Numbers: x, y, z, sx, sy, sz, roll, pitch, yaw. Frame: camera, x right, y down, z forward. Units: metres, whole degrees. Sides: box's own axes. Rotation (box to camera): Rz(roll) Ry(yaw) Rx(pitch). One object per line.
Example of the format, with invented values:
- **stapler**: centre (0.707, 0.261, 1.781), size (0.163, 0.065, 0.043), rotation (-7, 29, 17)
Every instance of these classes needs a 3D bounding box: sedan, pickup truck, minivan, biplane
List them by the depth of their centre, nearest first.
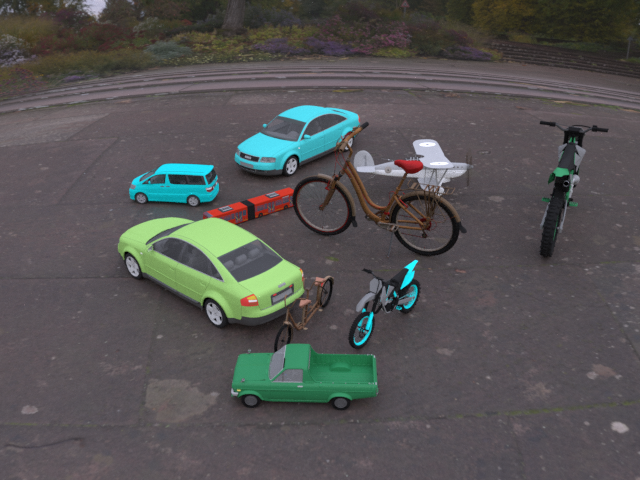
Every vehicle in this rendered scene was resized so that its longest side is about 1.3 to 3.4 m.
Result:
- **pickup truck**: centre (-0.163, 1.449, 7.621), size (1.603, 0.511, 0.640), rotation (1, 27, 2)
- **sedan**: centre (-1.584, 0.225, 9.555), size (3.137, 0.940, 1.235), rotation (22, 34, 37)
- **minivan**: centre (-2.587, -1.001, 12.323), size (1.548, 0.616, 0.681), rotation (3, 27, 7)
- **biplane**: centre (1.663, -1.295, 12.498), size (2.120, 0.981, 2.598), rotation (1, 27, 2)
- **sedan**: centre (-0.408, -2.132, 14.188), size (1.235, 0.940, 3.137), rotation (20, 33, 34)

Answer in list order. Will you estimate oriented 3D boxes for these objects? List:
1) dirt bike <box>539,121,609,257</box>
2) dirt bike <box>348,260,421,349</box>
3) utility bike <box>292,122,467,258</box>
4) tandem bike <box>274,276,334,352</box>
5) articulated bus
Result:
- **dirt bike**: centre (3.837, -0.943, 11.049), size (1.024, 1.666, 2.903), rotation (12, 29, 22)
- **dirt bike**: centre (0.833, 0.736, 8.641), size (0.527, 0.857, 1.493), rotation (21, 33, 35)
- **utility bike**: centre (0.797, -0.672, 10.327), size (2.791, 1.839, 1.039), rotation (11, 29, 21)
- **tandem bike**: centre (-0.171, 0.811, 8.688), size (0.283, 0.682, 1.642), rotation (12, 29, 22)
- **articulated bus**: centre (-1.135, -0.526, 11.749), size (1.749, 0.289, 0.311), rotation (-20, 33, -33)
